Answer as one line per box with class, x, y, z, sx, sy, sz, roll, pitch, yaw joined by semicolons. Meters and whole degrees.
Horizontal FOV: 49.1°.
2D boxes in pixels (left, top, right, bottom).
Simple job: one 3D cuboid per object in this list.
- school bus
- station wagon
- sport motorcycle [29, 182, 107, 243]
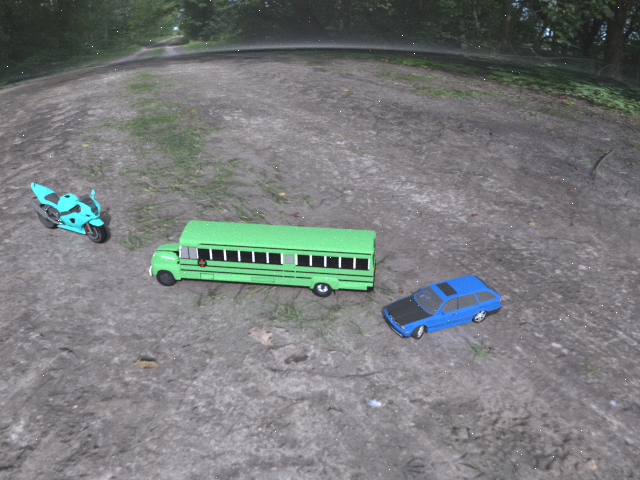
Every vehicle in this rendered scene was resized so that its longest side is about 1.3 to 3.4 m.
school bus;-0.850;0.241;10.199;3.322;0.844;0.709;3;30;6
station wagon;1.664;0.863;9.492;1.597;0.473;0.682;-12;32;-19
sport motorcycle;-4.090;-0.445;11.411;1.520;0.821;0.506;16;33;25
